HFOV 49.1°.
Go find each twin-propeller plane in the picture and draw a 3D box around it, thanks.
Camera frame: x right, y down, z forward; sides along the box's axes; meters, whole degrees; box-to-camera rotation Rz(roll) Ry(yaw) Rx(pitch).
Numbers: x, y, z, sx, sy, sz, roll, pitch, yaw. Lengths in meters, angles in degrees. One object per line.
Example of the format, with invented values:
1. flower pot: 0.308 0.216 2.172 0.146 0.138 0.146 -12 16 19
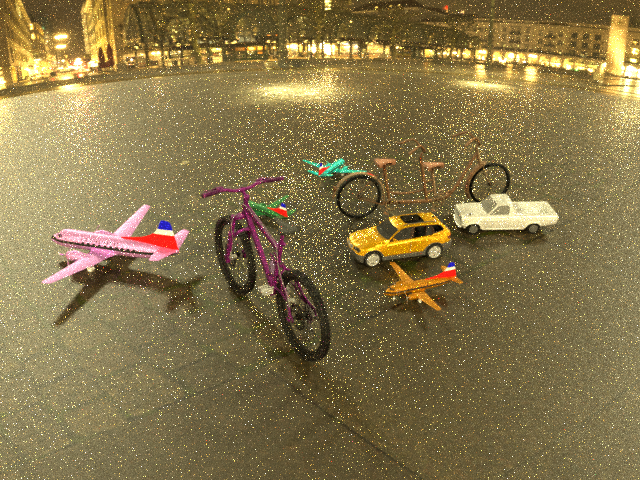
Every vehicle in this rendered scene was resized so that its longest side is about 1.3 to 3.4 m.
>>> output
1. twin-propeller plane: 0.226 -1.424 13.431 1.370 0.407 1.095 13 29 24
2. twin-propeller plane: 1.357 0.559 9.428 1.095 0.407 1.370 -10 28 -19
3. twin-propeller plane: -3.017 -0.028 10.179 2.129 0.792 2.663 8 27 15
4. twin-propeller plane: -0.933 -0.547 11.659 1.095 0.407 1.370 22 34 37

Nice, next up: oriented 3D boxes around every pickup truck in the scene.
1. pickup truck: 2.996 -0.445 11.337 1.603 0.511 0.640 -1 26 -2

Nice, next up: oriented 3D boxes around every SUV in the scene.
1. SUV: 1.180 -0.048 10.458 1.572 0.580 0.656 -7 27 -14

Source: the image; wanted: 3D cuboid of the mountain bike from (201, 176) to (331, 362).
1. mountain bike: -0.671 0.265 8.578 1.114 1.688 2.857 -15 30 -28

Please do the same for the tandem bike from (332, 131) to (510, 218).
1. tandem bike: 1.747 -1.081 11.703 3.192 1.326 0.550 -6 27 -12
